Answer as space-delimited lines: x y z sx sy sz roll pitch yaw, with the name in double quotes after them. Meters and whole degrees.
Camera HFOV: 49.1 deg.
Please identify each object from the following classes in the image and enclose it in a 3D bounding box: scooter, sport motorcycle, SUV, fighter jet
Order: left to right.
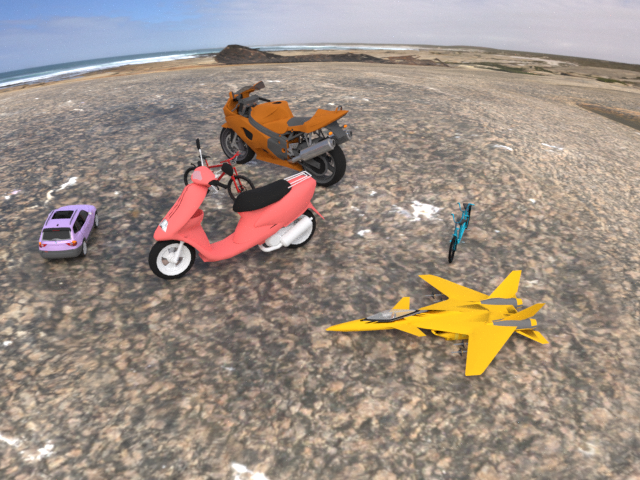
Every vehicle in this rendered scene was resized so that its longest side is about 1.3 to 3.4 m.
-3.875 -0.221 10.794 0.656 0.580 1.572 -3 28 -5 "SUV"
-1.172 -0.479 9.983 2.721 1.786 1.288 -14 31 -25 "scooter"
-0.739 -1.973 13.069 2.955 1.596 0.983 17 32 30 "sport motorcycle"
1.379 0.884 8.689 2.640 0.557 2.229 -3 28 -6 "fighter jet"

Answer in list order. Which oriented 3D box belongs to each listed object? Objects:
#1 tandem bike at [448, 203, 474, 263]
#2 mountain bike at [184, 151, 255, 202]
2.166 -0.242 10.725 0.283 0.682 1.642 10 29 19 "tandem bike"
-1.760 -1.078 12.135 1.469 0.868 0.573 12 30 22 "mountain bike"
